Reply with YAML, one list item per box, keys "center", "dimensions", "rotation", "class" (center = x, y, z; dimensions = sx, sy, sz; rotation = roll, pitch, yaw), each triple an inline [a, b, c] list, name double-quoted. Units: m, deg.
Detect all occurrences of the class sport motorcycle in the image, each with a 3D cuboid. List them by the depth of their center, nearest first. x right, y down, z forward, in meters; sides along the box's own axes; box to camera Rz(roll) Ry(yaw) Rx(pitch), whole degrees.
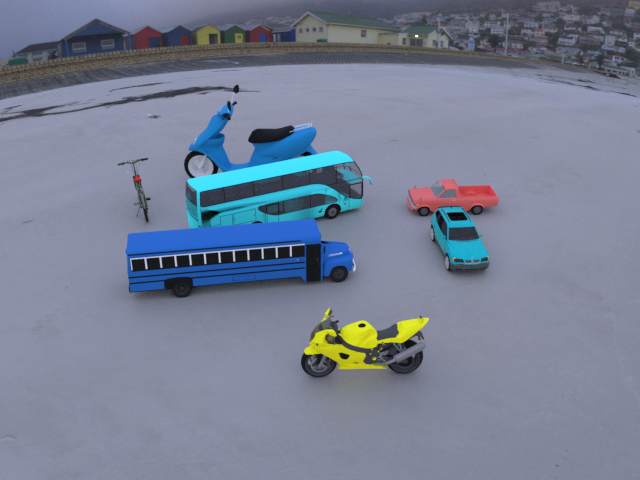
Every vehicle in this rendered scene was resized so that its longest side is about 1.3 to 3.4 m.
- center: [0.527, 1.273, 8.382]
  dimensions: [1.520, 0.821, 0.506]
  rotation: [-2, 28, -4]
  class: "sport motorcycle"

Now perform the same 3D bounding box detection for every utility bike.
- center: [-3.246, -0.923, 12.411]
  dimensions: [0.535, 0.946, 1.435]
  rotation: [-9, 29, -17]
  class: "utility bike"

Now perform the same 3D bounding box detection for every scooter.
- center: [-1.303, -1.946, 13.452]
  dimensions: [2.721, 1.786, 1.288]
  rotation: [0, 28, 1]
  class: "scooter"

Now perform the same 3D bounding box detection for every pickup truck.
- center: [2.389, -0.798, 12.641]
  dimensions: [1.603, 0.511, 0.640]
  rotation: [-2, 28, -4]
  class: "pickup truck"

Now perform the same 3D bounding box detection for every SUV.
- center: [2.207, -0.048, 11.145]
  dimensions: [0.656, 0.580, 1.572]
  rotation: [-3, 28, -5]
  class: "SUV"

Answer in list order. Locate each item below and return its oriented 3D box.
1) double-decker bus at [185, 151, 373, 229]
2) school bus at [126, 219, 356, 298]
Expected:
- center: [-0.671, -0.781, 12.029]
  dimensions: [3.251, 1.052, 0.756]
  rotation: [-14, 31, -25]
  class: "double-decker bus"
- center: [-1.125, 0.234, 10.328]
  dimensions: [3.322, 0.844, 0.709]
  rotation: [-5, 28, -9]
  class: "school bus"
